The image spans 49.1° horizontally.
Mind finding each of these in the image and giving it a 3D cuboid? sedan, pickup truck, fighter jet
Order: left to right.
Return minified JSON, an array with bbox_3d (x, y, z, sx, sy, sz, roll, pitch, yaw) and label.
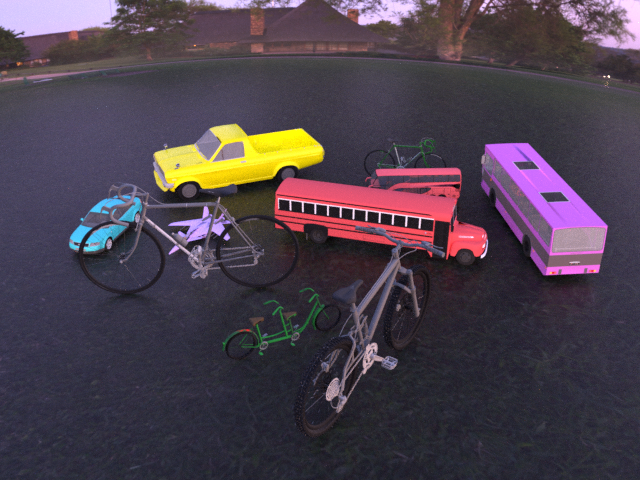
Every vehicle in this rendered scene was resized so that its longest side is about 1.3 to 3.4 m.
[{"bbox_3d":[-3.441,-0.313,11.278,0.635,0.483,1.613,7,30,13],"label":"sedan"},{"bbox_3d":[-2.008,-0.152,11.191,1.147,0.286,1.358,13,32,23],"label":"fighter jet"},{"bbox_3d":[-1.522,-1.588,13.061,3.117,0.993,1.244,-12,31,-20],"label":"pickup truck"}]

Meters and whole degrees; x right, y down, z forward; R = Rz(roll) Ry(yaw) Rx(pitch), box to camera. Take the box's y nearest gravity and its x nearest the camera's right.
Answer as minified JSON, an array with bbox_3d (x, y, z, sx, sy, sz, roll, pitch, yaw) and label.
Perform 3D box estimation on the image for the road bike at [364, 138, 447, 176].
[{"bbox_3d":[1.587,-1.494,13.037,1.545,0.852,0.358,5,29,9],"label":"road bike"}]

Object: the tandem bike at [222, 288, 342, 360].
[{"bbox_3d":[-0.446,1.018,8.660,1.642,0.682,0.283,-15,32,-25],"label":"tandem bike"}]

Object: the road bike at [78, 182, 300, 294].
[{"bbox_3d":[-1.781,-0.008,9.512,3.004,1.656,0.697,-2,29,-4],"label":"road bike"}]

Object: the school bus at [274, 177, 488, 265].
[{"bbox_3d":[0.949,-0.327,10.930,3.322,0.844,0.709,8,30,15],"label":"school bus"}]

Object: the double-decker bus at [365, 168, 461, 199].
[{"bbox_3d":[1.654,-0.980,12.428,1.672,0.541,0.389,-1,29,-2],"label":"double-decker bus"}]

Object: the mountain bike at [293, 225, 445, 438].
[{"bbox_3d":[0.589,0.919,7.798,1.114,1.688,2.857,18,34,30],"label":"mountain bike"}]

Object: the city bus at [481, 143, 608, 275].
[{"bbox_3d":[3.472,-0.559,11.298,0.926,0.894,3.255,-2,29,-4],"label":"city bus"}]
